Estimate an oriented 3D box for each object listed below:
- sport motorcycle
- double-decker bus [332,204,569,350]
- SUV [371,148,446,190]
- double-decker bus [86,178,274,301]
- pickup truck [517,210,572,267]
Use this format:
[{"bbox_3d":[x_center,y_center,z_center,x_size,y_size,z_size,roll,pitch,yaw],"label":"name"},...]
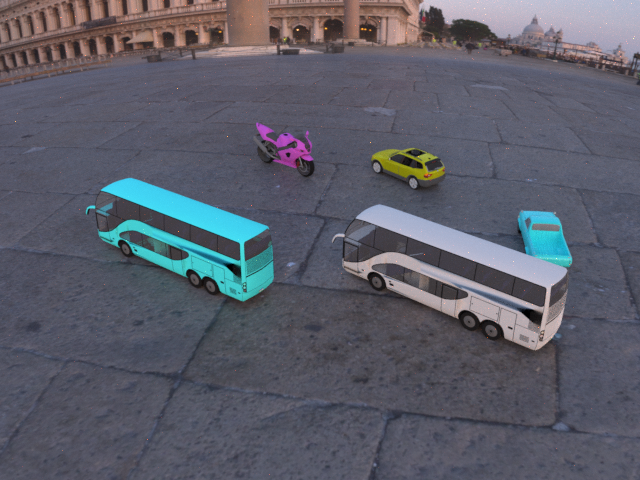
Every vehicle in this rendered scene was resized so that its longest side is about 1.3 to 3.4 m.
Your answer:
[{"bbox_3d":[-0.684,-1.762,13.585,1.520,0.821,0.506,23,37,36],"label":"sport motorcycle"},{"bbox_3d":[1.652,0.400,9.427,3.251,1.052,0.756,22,36,34],"label":"double-decker bus"},{"bbox_3d":[1.660,-1.451,13.270,0.656,0.580,1.572,-22,36,-34],"label":"SUV"},{"bbox_3d":[-2.103,-0.084,10.303,3.251,1.052,0.756,19,34,31],"label":"double-decker bus"},{"bbox_3d":[3.463,-0.067,10.834,0.640,0.511,1.603,3,29,6],"label":"pickup truck"}]
